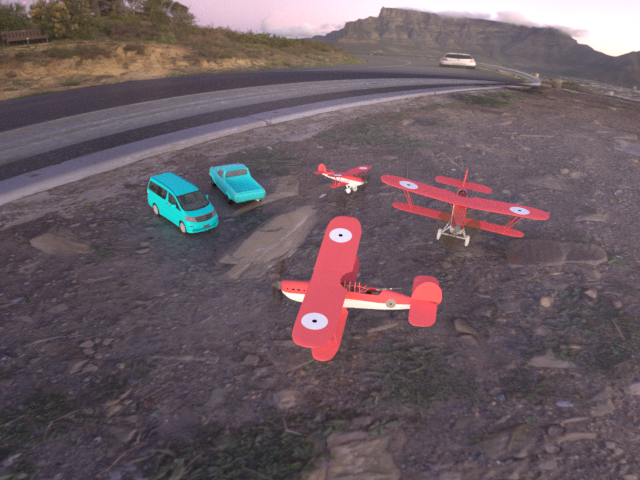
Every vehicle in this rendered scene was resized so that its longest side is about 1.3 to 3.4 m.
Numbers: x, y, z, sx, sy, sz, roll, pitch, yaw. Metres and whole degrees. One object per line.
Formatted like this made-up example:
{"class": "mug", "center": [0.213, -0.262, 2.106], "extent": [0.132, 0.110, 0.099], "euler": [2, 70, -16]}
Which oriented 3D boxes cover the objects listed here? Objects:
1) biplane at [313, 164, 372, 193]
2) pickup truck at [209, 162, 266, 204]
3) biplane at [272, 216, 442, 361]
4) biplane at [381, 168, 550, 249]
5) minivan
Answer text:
{"class": "biplane", "center": [0.425, -1.177, 13.011], "extent": [1.090, 0.504, 1.336], "euler": [17, 31, 31]}
{"class": "pickup truck", "center": [-1.534, -1.082, 12.814], "extent": [0.640, 0.511, 1.603], "euler": [-12, 29, -22]}
{"class": "biplane", "center": [0.431, 0.700, 8.677], "extent": [2.120, 0.981, 2.598], "euler": [5, 27, 10]}
{"class": "biplane", "center": [2.295, -0.555, 11.216], "extent": [2.598, 0.981, 2.120], "euler": [6, 27, 12]}
{"class": "minivan", "center": [-2.323, -0.632, 11.784], "extent": [0.681, 0.616, 1.548], "euler": [-20, 33, -35]}
